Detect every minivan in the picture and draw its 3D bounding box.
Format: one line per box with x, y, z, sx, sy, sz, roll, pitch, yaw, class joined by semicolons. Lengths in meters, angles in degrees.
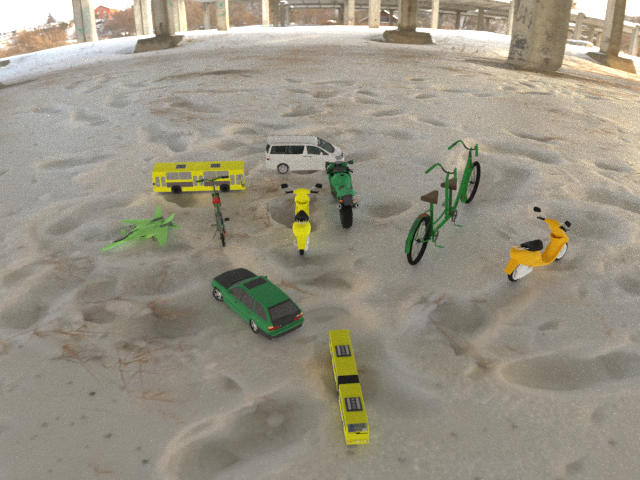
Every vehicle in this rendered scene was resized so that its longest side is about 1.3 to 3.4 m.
-0.296;-1.704;13.739;1.548;0.616;0.681;-1;30;-2;minivan

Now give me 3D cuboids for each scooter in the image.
3.276;0.067;10.404;1.399;0.919;0.662;-20;36;-31;scooter
-0.290;-0.418;11.236;0.662;0.919;1.399;0;30;-1;scooter

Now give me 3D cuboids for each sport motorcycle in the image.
0.381;-0.826;12.030;0.506;0.821;1.520;-3;30;-6;sport motorcycle

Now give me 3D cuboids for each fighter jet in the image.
-2.999;-0.152;11.407;1.147;0.286;1.358;25;38;36;fighter jet

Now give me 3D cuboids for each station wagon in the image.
-0.899;0.770;9.640;0.682;0.473;1.597;-21;36;-32;station wagon

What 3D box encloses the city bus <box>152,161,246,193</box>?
-2.226;-1.159;12.959;1.674;0.460;0.476;-2;30;-3;city bus

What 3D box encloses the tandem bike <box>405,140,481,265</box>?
2.069;-0.720;11.349;0.550;1.326;3.192;16;34;26;tandem bike

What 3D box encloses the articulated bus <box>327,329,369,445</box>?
0.324;1.679;8.266;0.311;0.289;1.749;-3;30;-5;articulated bus

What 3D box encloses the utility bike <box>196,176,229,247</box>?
-1.704;-0.523;11.388;0.535;0.946;1.435;-6;31;-10;utility bike
